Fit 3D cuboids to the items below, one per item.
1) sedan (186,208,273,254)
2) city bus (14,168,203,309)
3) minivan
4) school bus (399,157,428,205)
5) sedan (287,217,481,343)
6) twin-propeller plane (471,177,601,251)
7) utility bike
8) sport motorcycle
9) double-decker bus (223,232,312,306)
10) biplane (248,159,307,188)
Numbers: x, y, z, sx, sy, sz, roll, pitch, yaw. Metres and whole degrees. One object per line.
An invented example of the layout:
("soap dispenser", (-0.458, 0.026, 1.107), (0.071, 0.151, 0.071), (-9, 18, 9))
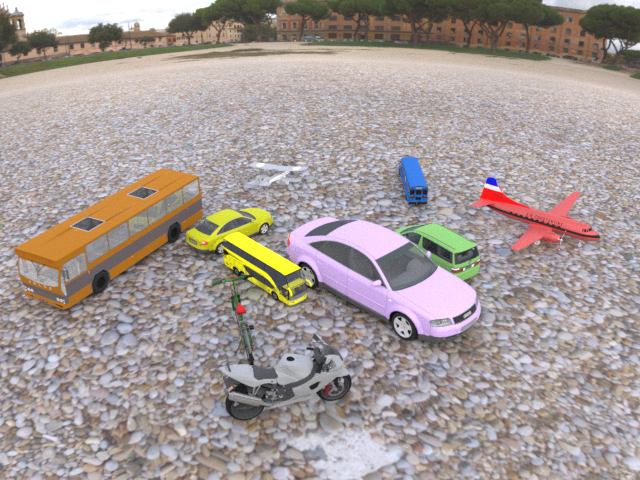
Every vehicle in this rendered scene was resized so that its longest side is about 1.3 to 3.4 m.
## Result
("sedan", (-1.473, -0.241, 11.611), (0.635, 0.483, 1.613), (25, 37, 38))
("city bus", (-3.122, -0.097, 10.920), (0.926, 0.894, 3.255), (14, 32, 24))
("minivan", (1.745, 0.104, 10.842), (0.681, 0.616, 1.548), (-19, 34, -31))
("school bus", (1.764, -1.174, 13.367), (0.365, 0.434, 1.708), (0, 29, -1))
("sedan", (0.840, 0.402, 9.960), (1.235, 0.940, 3.137), (-25, 38, -38))
("twin-propeller plane", (3.644, -0.460, 11.689), (2.129, 0.792, 2.663), (21, 35, 33))
("utility bike", (-1.055, 0.965, 8.925), (0.535, 0.946, 1.435), (-7, 30, -13))
("sport motorcycle", (-0.359, 1.592, 7.911), (1.520, 0.821, 0.506), (-8, 30, -15))
("double-decker bus", (-0.821, 0.424, 10.335), (0.389, 0.541, 1.672), (-24, 37, -36))
("biplane", (-0.899, -1.220, 13.377), (1.336, 0.504, 1.090), (18, 34, 30))
